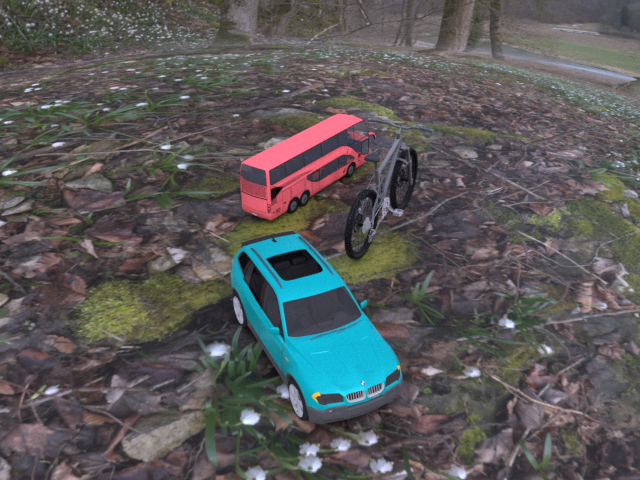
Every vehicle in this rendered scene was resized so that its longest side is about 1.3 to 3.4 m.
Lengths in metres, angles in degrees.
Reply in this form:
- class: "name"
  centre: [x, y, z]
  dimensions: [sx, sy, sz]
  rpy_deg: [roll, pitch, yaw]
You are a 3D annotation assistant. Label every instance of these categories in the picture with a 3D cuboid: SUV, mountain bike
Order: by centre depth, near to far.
- class: "SUV"
  centre: [-0.157, 0.926, 8.612]
  dimensions: [1.276, 1.128, 3.058]
  rpy_deg: [-14, 33, -22]
- class: "mountain bike"
  centre: [1.047, -0.894, 11.153]
  dimensions: [1.114, 1.688, 2.857]
  rpy_deg: [14, 33, 23]

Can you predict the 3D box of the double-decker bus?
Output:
- class: "double-decker bus"
  centre: [-0.161, -1.407, 12.651]
  dimensions: [0.756, 1.052, 3.251]
  rpy_deg: [20, 36, 30]
